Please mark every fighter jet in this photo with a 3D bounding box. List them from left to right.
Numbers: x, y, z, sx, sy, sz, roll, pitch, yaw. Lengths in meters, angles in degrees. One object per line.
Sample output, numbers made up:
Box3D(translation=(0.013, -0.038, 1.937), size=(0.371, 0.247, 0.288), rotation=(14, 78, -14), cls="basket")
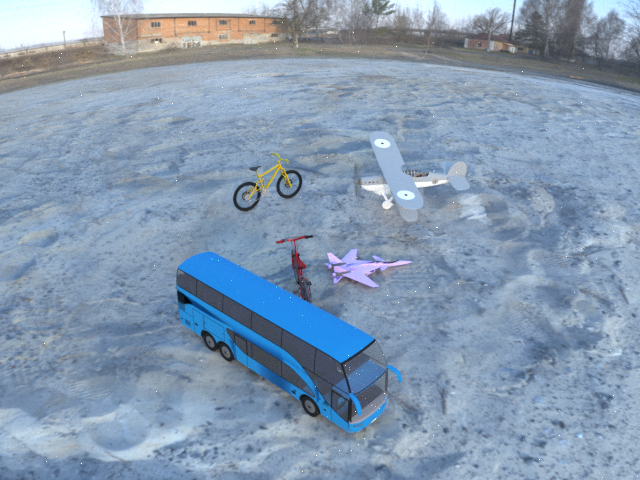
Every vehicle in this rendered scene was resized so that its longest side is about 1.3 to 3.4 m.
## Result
Box3D(translation=(0.795, 0.347, 10.842), size=(1.358, 0.286, 1.147), rotation=(-7, 30, -12), cls="fighter jet")

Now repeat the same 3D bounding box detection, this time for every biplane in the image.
Box3D(translation=(1.640, -1.078, 12.672), size=(2.120, 0.981, 2.598), rotation=(-5, 30, -8), cls="biplane")

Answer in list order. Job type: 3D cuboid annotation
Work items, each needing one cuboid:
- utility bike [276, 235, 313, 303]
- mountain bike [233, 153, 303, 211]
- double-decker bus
Box3D(translation=(-0.324, 0.453, 9.980), size=(0.535, 0.946, 1.435), rotation=(-6, 30, -10), cls="utility bike")
Box3D(translation=(-0.938, -1.043, 12.724), size=(1.469, 0.868, 0.573), rotation=(-19, 35, -30), cls="mountain bike")
Box3D(translation=(-0.523, 1.184, 8.568), size=(3.251, 1.052, 0.756), rotation=(24, 37, 36), cls="double-decker bus")
